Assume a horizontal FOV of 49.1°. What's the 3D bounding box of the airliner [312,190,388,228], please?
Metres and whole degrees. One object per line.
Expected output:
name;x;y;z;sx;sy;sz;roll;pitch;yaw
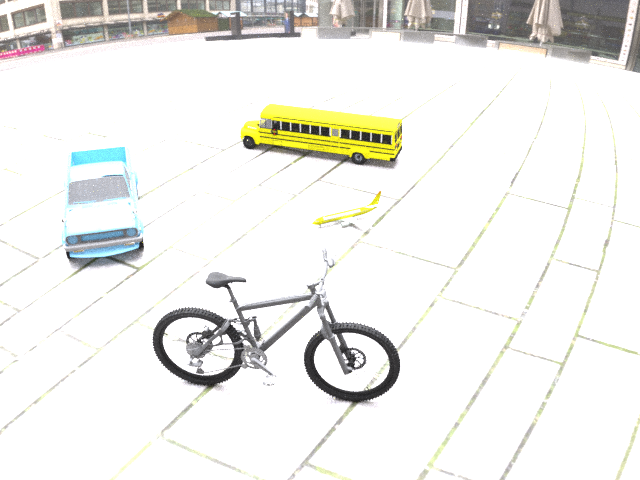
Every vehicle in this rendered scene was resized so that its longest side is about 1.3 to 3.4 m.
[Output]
airliner;0.464;-0.512;11.604;1.307;0.429;1.161;-13;33;-21

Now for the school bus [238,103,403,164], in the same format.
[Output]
school bus;-0.040;-2.140;13.927;3.322;0.844;0.709;10;32;16

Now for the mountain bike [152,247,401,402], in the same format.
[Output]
mountain bike;-0.523;1.046;7.767;2.857;1.688;1.114;5;31;8

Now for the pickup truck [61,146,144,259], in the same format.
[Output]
pickup truck;-3.609;-0.794;11.527;1.244;0.993;3.117;-8;32;-13
